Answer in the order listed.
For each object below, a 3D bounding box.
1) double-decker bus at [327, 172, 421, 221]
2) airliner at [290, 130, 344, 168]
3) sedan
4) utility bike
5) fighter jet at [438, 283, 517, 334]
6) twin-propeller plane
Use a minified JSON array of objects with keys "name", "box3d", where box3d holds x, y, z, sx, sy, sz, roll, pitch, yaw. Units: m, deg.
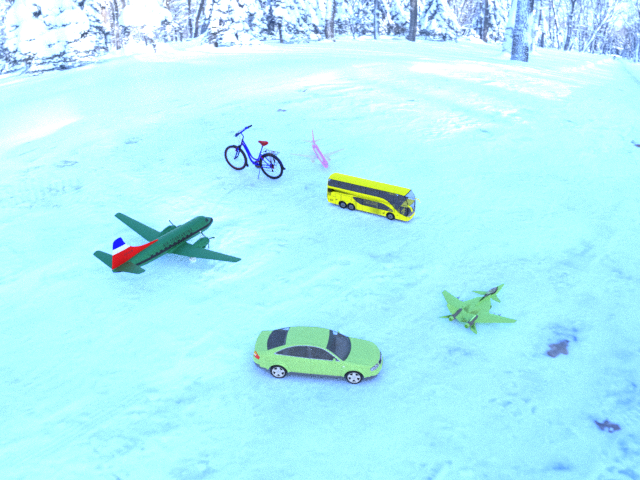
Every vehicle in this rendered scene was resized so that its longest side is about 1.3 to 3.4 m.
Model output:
[{"name":"double-decker bus","box3d":[0.914,-0.753,12.303,1.672,0.541,0.389,15,33,24]},{"name":"airliner","box3d":[-0.016,-1.854,14.351,1.161,0.429,1.307,-7,30,-12]},{"name":"sedan","box3d":[-0.025,1.366,8.639,1.613,0.483,0.635,3,30,6]},{"name":"utility bike","box3d":[-1.306,-1.664,13.495,1.435,0.946,0.535,16,33,25]},{"name":"fighter jet","box3d":[2.277,0.817,9.801,1.147,0.286,1.358,23,37,34]},{"name":"twin-propeller plane","box3d":[-2.384,-0.038,10.793,2.663,0.792,2.129,19,35,29]}]
